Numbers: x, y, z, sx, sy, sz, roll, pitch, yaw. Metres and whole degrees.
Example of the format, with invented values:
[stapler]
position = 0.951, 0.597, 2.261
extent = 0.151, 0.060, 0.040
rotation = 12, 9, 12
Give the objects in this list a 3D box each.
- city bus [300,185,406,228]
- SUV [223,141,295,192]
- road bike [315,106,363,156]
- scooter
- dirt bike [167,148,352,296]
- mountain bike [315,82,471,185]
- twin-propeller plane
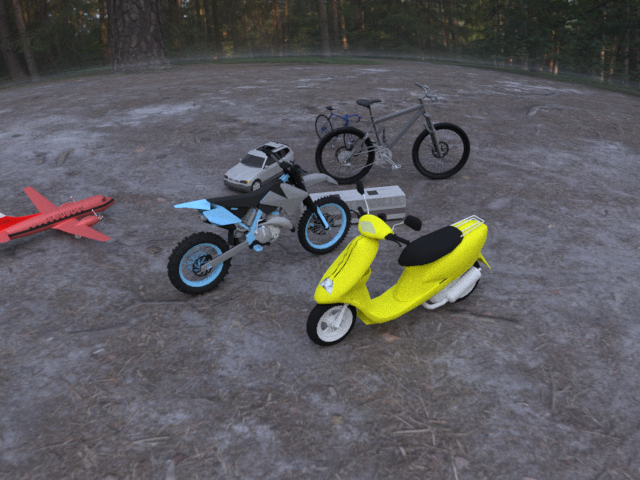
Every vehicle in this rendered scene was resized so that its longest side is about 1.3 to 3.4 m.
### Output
[city bus]
position = 0.536, -0.527, 11.379
extent = 1.674, 0.460, 0.476
rotation = -6, 29, -12
[SUV]
position = -1.094, -1.358, 12.801
extent = 0.656, 0.580, 1.572
rotation = 18, 33, 29
[road bike]
position = 0.368, -2.251, 14.181
extent = 0.358, 0.852, 1.545
rotation = -20, 34, -32
[scooter]
position = 1.032, 0.237, 8.551
extent = 2.721, 1.786, 1.288
rotation = -15, 32, -26
[dirt bike]
position = -0.770, -0.282, 9.646
extent = 2.903, 1.666, 1.024
rotation = -17, 33, -29
[mountain bike]
position = 1.327, -1.819, 12.490
extent = 2.857, 1.688, 1.114
rotation = -4, 28, -7
[twin-propeller plane]
position = -4.151, -0.431, 10.849
extent = 2.129, 0.792, 2.663
rotation = -25, 37, -38
